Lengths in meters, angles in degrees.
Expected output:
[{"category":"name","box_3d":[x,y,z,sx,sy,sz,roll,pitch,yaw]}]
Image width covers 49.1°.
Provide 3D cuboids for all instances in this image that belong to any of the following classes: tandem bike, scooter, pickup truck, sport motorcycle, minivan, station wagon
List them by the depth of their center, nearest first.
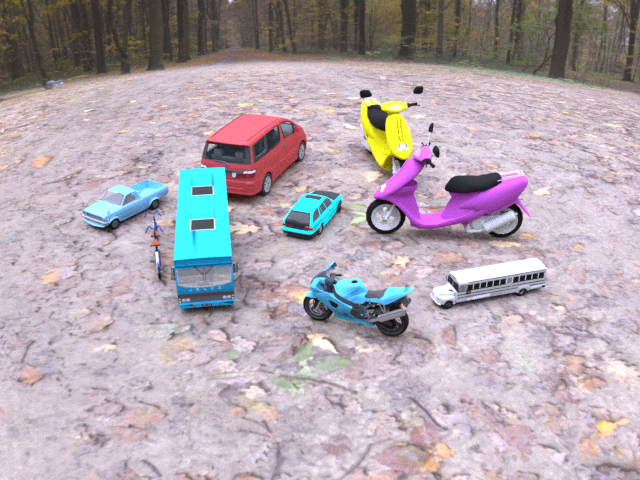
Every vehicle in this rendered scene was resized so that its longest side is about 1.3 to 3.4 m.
[{"category":"sport motorcycle","box_3d":[0.485,0.824,9.367,1.520,0.821,0.506,10,30,17]},{"category":"tandem bike","box_3d":[-2.588,0.006,11.036,0.283,0.682,1.642,-7,29,-12]},{"category":"scooter","box_3d":[2.132,-0.874,11.504,2.721,1.786,1.288,2,28,3]},{"category":"station wagon","box_3d":[-0.102,-0.555,12.298,0.682,0.473,1.597,11,30,19]},{"category":"pickup truck","box_3d":[-3.468,-0.713,12.552,0.640,0.511,1.603,17,33,29]},{"category":"minivan","box_3d":[-1.235,-1.867,13.973,1.324,1.197,3.011,10,30,17]},{"category":"scooter","box_3d":[1.313,-2.271,14.102,1.288,1.786,2.721,-6,29,-12]}]

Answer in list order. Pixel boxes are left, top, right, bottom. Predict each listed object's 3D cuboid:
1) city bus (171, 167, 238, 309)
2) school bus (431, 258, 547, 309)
[{"category":"city bus","box_3d":[-1.818,-0.116,11.038,0.926,0.894,3.255,-4,29,-7]},{"category":"school bus","box_3d":[2.441,0.621,10.154,1.708,0.434,0.365,-8,29,-15]}]
